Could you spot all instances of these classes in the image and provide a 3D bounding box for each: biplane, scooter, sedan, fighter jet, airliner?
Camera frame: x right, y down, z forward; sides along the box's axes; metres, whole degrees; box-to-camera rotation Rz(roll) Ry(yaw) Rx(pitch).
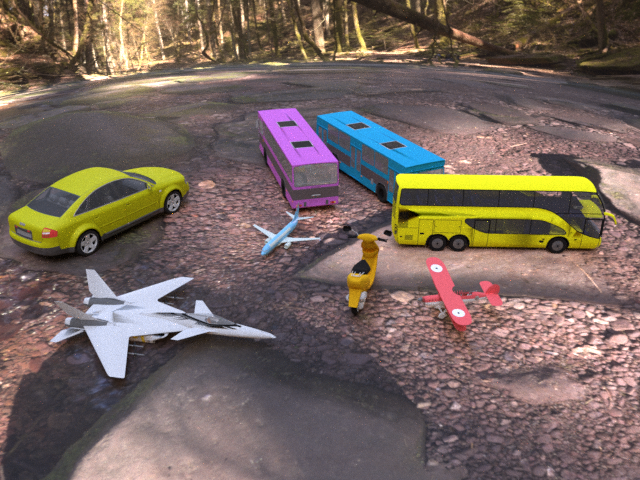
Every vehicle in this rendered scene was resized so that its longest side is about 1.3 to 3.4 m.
[{"bbox_3d":[1.774,0.739,8.928,1.090,0.504,1.336,-4,27,-9],"label":"biplane"},{"bbox_3d":[0.585,0.323,9.290,0.662,0.919,1.399,7,28,13],"label":"scooter"},{"bbox_3d":[-3.429,-0.663,11.214,1.235,0.940,3.137,17,31,30],"label":"sedan"},{"bbox_3d":[-1.824,0.903,8.546,2.640,0.557,2.229,5,27,10],"label":"fighter jet"},{"bbox_3d":[-0.589,-0.156,10.778,1.161,0.429,1.307,12,29,22],"label":"airliner"}]

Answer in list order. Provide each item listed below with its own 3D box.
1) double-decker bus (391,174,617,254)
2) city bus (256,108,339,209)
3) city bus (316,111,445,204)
[{"bbox_3d":[2.726,-0.422,10.614,3.251,1.052,0.756,1,27,2],"label":"double-decker bus"},{"bbox_3d":[-0.473,-1.555,13.024,0.926,0.894,3.255,-7,28,-13],"label":"city bus"},{"bbox_3d":[1.007,-1.503,12.921,0.926,0.894,3.255,-13,30,-24],"label":"city bus"}]
